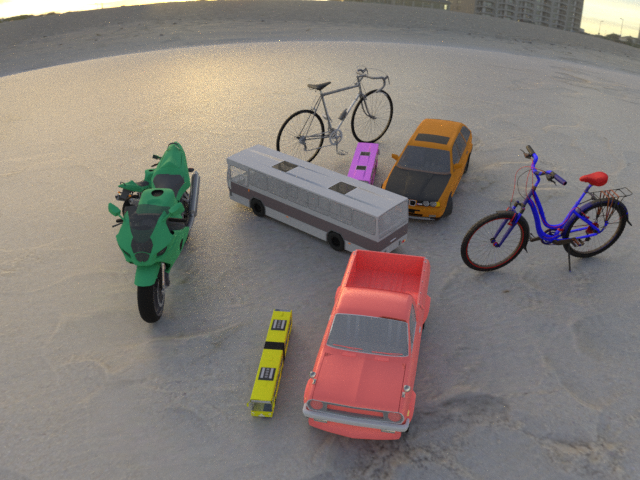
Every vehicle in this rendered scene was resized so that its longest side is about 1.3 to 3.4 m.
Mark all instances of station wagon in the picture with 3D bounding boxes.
[{"bbox_3d":[1.992,-1.401,12.735,1.327,0.920,3.105,11,33,17],"label":"station wagon"}]

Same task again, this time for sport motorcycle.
[{"bbox_3d":[-2.876,-0.902,12.000,0.506,0.821,1.520,16,34,24],"label":"sport motorcycle"},{"bbox_3d":[-2.250,-0.181,10.043,0.983,1.596,2.955,0,31,0],"label":"sport motorcycle"}]

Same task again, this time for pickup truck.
[{"bbox_3d":[0.673,1.049,8.576,1.244,0.993,3.117,6,31,10],"label":"pickup truck"}]

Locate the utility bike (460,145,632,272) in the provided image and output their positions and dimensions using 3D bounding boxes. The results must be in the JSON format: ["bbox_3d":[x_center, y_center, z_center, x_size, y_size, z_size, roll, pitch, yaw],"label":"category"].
[{"bbox_3d":[3.414,-0.352,10.092,2.791,1.839,1.039,-7,32,-12],"label":"utility bike"}]

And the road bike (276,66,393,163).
[{"bbox_3d":[0.357,-2.437,13.749,3.004,1.656,0.697,-22,38,-32],"label":"road bike"}]

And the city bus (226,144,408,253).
[{"bbox_3d":[-0.124,-0.638,11.488,3.255,0.894,0.926,24,38,34],"label":"city bus"}]

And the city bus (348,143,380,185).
[{"bbox_3d":[0.795,-1.261,12.950,0.476,0.460,1.674,5,31,8],"label":"city bus"}]

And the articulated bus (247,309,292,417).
[{"bbox_3d":[-0.577,1.459,8.577,0.311,0.289,1.749,3,31,5],"label":"articulated bus"}]
